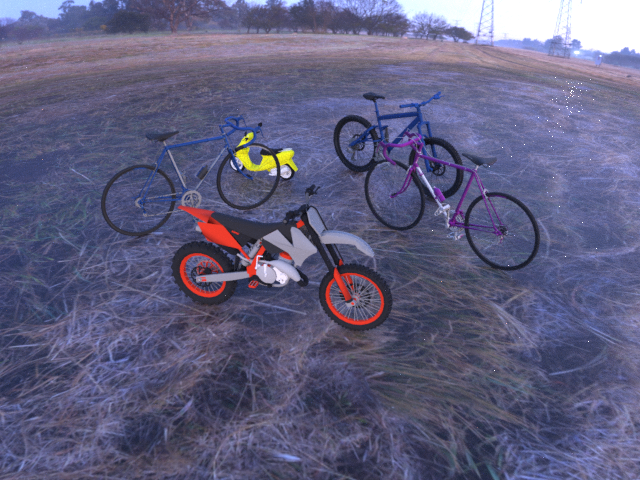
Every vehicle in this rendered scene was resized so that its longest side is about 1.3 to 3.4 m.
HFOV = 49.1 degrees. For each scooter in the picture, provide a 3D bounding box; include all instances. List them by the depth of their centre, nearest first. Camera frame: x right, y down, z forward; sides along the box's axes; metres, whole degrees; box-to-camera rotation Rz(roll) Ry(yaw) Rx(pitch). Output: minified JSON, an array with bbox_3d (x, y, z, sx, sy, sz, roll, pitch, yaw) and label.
[{"bbox_3d":[-1.060,-1.603,12.816,1.399,0.919,0.662,11,30,20],"label":"scooter"}]

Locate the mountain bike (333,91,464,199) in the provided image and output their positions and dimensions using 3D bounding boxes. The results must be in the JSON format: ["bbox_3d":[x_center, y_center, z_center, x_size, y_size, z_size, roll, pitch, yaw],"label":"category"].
[{"bbox_3d":[1.314,-1.763,12.294,2.857,1.688,1.114,24,36,37],"label":"mountain bike"}]

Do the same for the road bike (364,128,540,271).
[{"bbox_3d":[1.826,-0.620,10.155,3.004,1.656,0.696,23,35,36],"label":"road bike"}]

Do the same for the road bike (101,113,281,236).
[{"bbox_3d":[-1.951,-1.032,10.938,3.004,1.656,0.696,-16,32,-27],"label":"road bike"}]

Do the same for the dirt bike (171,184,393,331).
[{"bbox_3d":[-0.522,0.228,8.530,2.903,1.666,1.024,8,29,15],"label":"dirt bike"}]
